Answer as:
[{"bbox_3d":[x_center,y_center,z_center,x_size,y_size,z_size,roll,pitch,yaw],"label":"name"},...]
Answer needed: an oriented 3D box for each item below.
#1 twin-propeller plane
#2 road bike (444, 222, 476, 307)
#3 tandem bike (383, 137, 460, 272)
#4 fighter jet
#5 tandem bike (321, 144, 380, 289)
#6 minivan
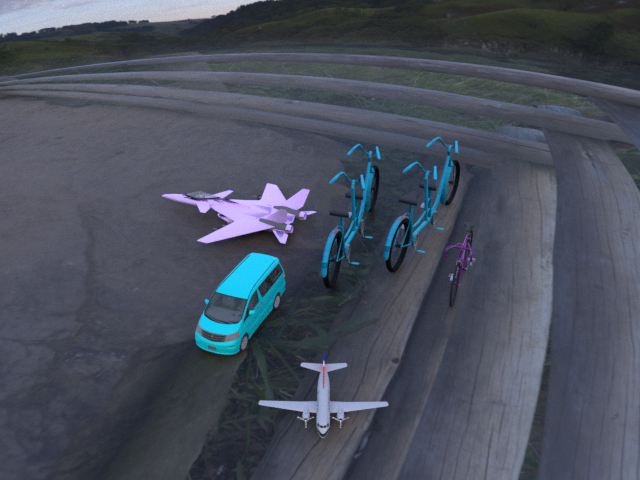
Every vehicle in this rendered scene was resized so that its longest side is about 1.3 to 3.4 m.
[{"bbox_3d":[0.037,1.653,7.469,1.370,0.407,1.095,0,30,1],"label":"twin-propeller plane"},{"bbox_3d":[1.932,0.252,9.481,0.358,0.852,1.545,10,31,18],"label":"road bike"},{"bbox_3d":[1.619,-0.657,10.599,0.550,1.326,3.192,15,33,24],"label":"tandem bike"},{"bbox_3d":[-1.485,-0.633,11.334,2.640,0.557,2.229,13,32,21],"label":"fighter jet"},{"bbox_3d":[0.501,-0.500,10.323,0.550,1.326,3.192,9,31,15],"label":"tandem bike"},{"bbox_3d":[-0.986,0.778,8.795,0.681,0.616,1.548,11,32,19],"label":"minivan"}]
